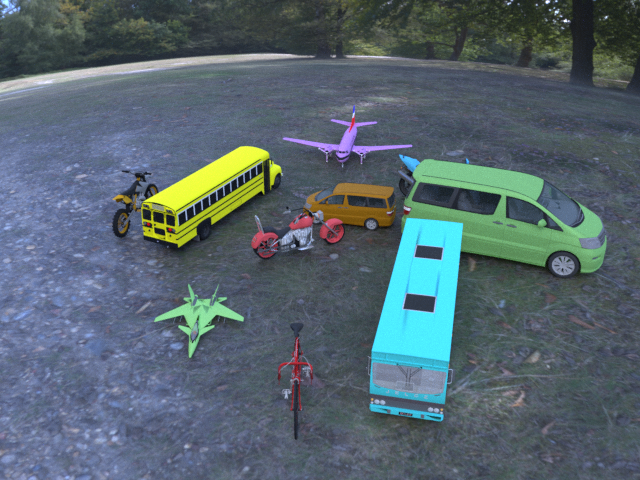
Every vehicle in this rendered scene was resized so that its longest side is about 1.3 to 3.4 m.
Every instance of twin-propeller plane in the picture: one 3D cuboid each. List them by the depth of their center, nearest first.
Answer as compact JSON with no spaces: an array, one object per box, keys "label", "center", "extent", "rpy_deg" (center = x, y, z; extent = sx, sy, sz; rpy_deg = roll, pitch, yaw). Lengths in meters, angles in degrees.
[{"label":"twin-propeller plane","center":[0.580,-2.139,14.442],"extent":[2.663,0.792,2.129],"rpy_deg":[5,28,9]}]

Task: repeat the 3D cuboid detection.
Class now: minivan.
[{"label":"minivan","center":[2.797,-0.386,10.632],"extent":[3.011,1.197,1.324],"rpy_deg":[11,29,20]},{"label":"minivan","center":[0.487,-0.604,11.680],"extent":[1.548,0.616,0.681],"rpy_deg":[7,28,12]}]

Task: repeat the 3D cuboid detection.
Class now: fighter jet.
[{"label":"fighter jet","center":[-1.560,1.015,8.923],"extent":[1.147,0.286,1.358],"rpy_deg":[0,27,0]}]

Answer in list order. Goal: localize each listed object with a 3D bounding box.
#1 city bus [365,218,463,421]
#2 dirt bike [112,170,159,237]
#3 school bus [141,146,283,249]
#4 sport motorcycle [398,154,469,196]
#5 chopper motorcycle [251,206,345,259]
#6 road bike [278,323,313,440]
[{"label":"city bus","center":[1.253,0.835,8.611],"extent":[0.926,0.894,3.255],"rpy_deg":[6,28,11]},{"label":"dirt bike","center":[-3.053,-0.676,11.557],"extent":[0.527,0.857,1.493],"rpy_deg":[7,28,13]},{"label":"school bus","center":[-1.690,-0.843,11.893],"extent":[0.709,0.844,3.322],"rpy_deg":[13,30,24]},{"label":"sport motorcycle","center":[2.083,-1.034,12.286],"extent":[1.520,0.821,0.506],"rpy_deg":[13,30,24]},{"label":"chopper motorcycle","center":[-0.315,-0.167,10.682],"extent":[1.563,0.761,0.466],"rpy_deg":[-14,31,-25]},{"label":"road bike","center":[-0.251,1.410,7.551],"extent":[0.358,0.852,1.545],"rpy_deg":[0,27,0]}]
